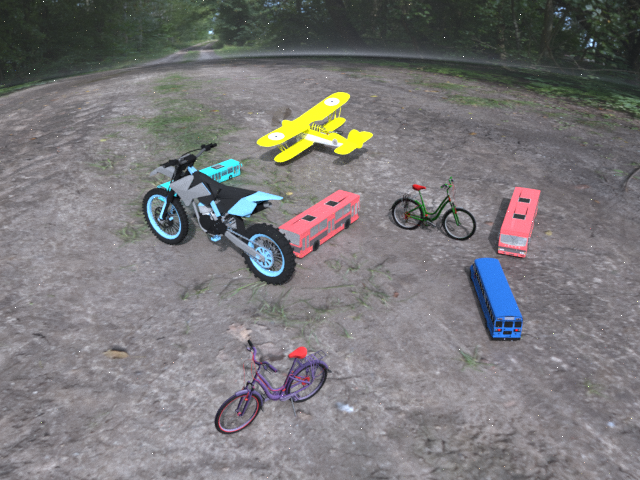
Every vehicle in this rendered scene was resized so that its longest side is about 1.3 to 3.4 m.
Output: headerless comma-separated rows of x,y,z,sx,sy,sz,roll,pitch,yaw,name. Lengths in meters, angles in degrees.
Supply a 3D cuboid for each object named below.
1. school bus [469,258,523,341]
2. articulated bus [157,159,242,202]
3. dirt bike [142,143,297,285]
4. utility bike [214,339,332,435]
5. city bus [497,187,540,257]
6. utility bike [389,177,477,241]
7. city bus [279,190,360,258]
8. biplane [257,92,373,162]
2.281,0.703,9.205,0.365,0.434,1.708,0,28,1,school bus
-2.159,-1.085,12.682,0.311,0.289,1.749,23,36,36,articulated bus
-1.545,-0.404,9.962,2.903,1.666,1.024,18,33,30,dirt bike
-0.433,1.481,7.218,1.435,0.946,0.535,-18,33,-30,utility bike
3.146,-0.290,11.023,0.476,0.460,1.674,10,30,19,city bus
1.779,-0.537,10.969,1.435,0.946,0.535,13,31,22,utility bike
0.016,-0.255,10.959,0.476,0.460,1.674,18,33,30,city bus
-0.038,-2.066,13.777,2.120,0.981,2.598,21,35,34,biplane
